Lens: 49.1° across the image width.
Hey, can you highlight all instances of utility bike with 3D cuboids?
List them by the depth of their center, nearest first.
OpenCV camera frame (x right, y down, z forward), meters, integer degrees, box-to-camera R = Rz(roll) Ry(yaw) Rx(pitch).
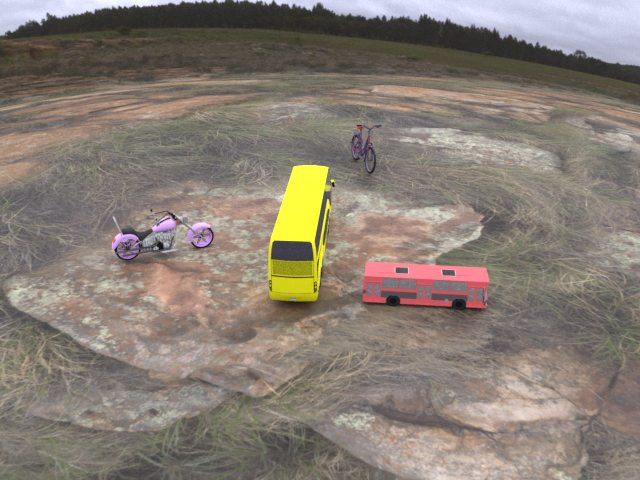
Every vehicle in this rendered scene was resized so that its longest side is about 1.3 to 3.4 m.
[{"bbox_3d":[0.936,-1.979,14.380,0.535,0.946,1.435,-7,27,-15],"label":"utility bike"}]

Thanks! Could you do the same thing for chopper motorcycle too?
[{"bbox_3d":[-2.417,-0.125,10.779,1.563,0.761,0.466,-12,28,-22],"label":"chopper motorcycle"}]

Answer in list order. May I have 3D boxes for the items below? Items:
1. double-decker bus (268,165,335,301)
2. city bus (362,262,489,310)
[{"bbox_3d":[-0.242,-0.230,10.662,0.756,1.052,3.251,2,26,4],"label":"double-decker bus"},{"bbox_3d":[1.429,0.633,9.564,1.674,0.460,0.476,3,26,5],"label":"city bus"}]
